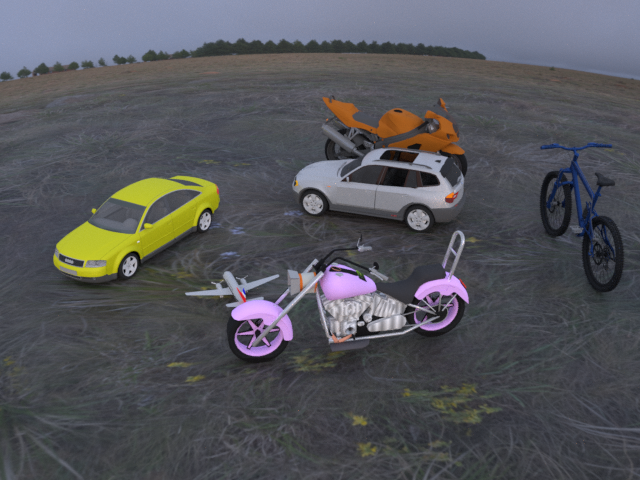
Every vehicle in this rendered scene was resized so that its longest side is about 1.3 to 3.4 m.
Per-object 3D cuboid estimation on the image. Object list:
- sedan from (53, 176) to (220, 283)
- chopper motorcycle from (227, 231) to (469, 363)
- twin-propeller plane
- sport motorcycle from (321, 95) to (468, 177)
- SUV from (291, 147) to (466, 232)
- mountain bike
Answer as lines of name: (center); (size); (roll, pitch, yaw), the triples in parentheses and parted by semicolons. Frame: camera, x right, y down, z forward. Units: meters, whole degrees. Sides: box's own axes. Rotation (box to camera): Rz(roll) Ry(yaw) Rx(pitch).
sedan: (-2.847, -0.336, 11.163); (1.235, 0.940, 3.137); (14, 30, 26)
chopper motorcycle: (0.371, 0.685, 8.545); (3.040, 1.480, 0.906); (-5, 27, -10)
twin-propeller plane: (-1.190, 0.644, 9.815); (1.370, 0.407, 1.095); (-11, 29, -20)
sport motorcycle: (1.423, -1.933, 13.593); (2.955, 1.596, 0.983); (10, 29, 20)
SUV: (1.017, -1.012, 12.290); (3.058, 1.128, 1.276); (9, 28, 18)
mountain bike: (3.942, -0.467, 10.593); (1.114, 1.688, 2.857); (-2, 27, -4)
